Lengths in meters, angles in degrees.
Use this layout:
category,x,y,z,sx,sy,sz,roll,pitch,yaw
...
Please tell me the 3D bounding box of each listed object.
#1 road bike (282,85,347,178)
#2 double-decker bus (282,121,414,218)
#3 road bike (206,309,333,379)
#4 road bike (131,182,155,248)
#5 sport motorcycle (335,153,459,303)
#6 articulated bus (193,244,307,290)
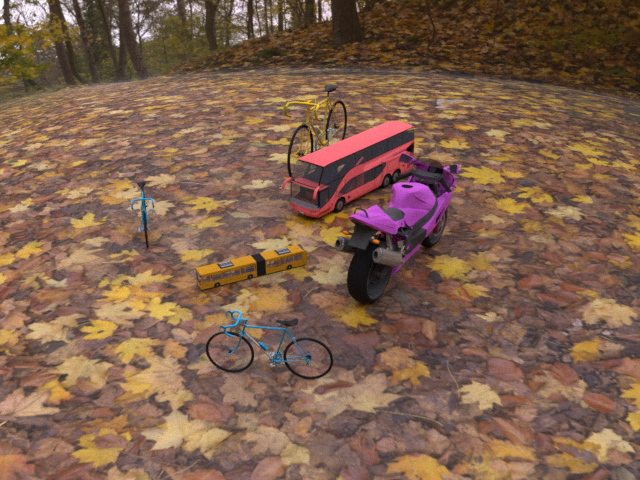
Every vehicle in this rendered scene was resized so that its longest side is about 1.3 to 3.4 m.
category,x,y,z,sx,sy,sz,roll,pitch,yaw
road bike,-0.008,-2.284,14.339,0.696,1.656,3.004,11,29,21
double-decker bus,0.652,-1.360,13.190,0.756,1.052,3.251,20,33,34
road bike,-0.609,1.260,8.271,1.545,0.852,0.358,4,27,7
road bike,-2.936,-0.487,11.698,0.358,0.852,1.545,-6,28,-12
sport motorcycle,1.236,-0.230,10.374,0.983,1.596,2.955,17,31,29
articulated bus,-1.026,0.397,10.583,1.749,0.289,0.311,-13,30,-24
